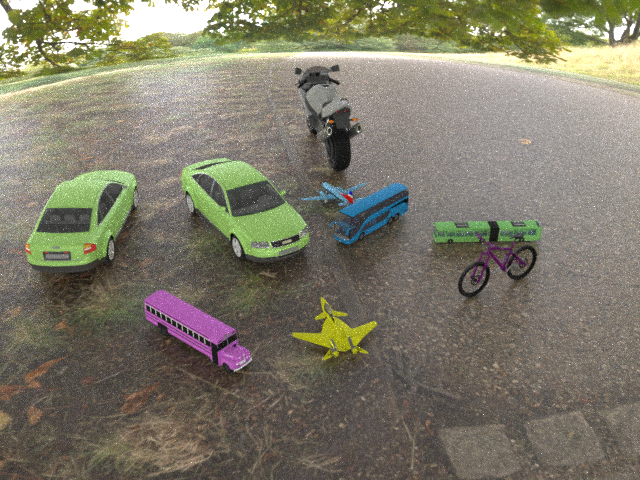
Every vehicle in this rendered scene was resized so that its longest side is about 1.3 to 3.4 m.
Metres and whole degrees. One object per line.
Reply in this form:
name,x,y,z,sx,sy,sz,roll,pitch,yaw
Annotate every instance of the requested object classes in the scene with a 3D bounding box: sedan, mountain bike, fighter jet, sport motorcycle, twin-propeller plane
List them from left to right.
sedan,-3.809,-0.512,11.440,1.235,0.940,3.137,0,30,0
sedan,-1.310,-0.652,11.686,1.235,0.940,3.137,-17,34,-28
sport motorcycle,0.121,-2.574,14.373,0.983,1.596,2.955,-7,31,-12
fighter jet,0.177,1.065,9.349,1.147,0.286,1.358,-7,31,-11
twin-propeller plane,0.311,-0.868,12.596,1.370,0.407,1.095,-16,33,-25
mountain bike,2.586,0.313,10.075,1.469,0.868,0.573,-16,33,-26

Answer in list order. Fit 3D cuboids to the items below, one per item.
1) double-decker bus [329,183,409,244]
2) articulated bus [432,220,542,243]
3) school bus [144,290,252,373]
double-decker bus,0.861,-0.440,11.717,0.389,0.541,1.672,25,38,36
articulated bus,2.718,-0.140,11.447,1.749,0.289,0.311,-1,30,-2
school bus,-1.587,1.163,9.030,1.708,0.434,0.365,22,37,33
